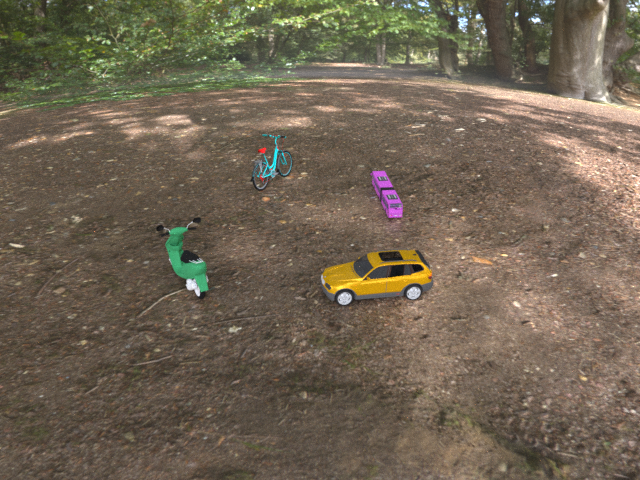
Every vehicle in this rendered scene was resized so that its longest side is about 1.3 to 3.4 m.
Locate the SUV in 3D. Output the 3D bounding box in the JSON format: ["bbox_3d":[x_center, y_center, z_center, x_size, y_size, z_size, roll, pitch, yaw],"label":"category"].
[{"bbox_3d":[0.793,0.482,9.778,1.572,0.580,0.656,-4,26,-8],"label":"SUV"}]

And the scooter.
[{"bbox_3d":[-1.915,0.214,9.947,0.662,0.919,1.399,-14,29,-27],"label":"scooter"}]

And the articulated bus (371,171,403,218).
[{"bbox_3d":[1.228,-0.861,12.925,0.311,0.289,1.749,-3,26,-5],"label":"articulated bus"}]

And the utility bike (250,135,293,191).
[{"bbox_3d":[-0.978,-1.554,13.612,0.535,0.946,1.435,14,29,27],"label":"utility bike"}]
